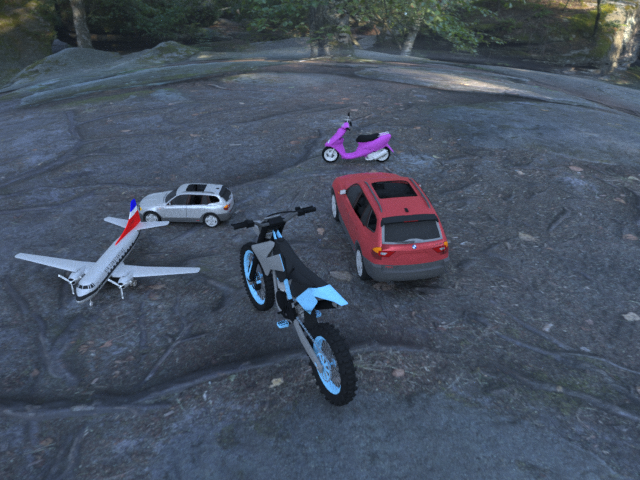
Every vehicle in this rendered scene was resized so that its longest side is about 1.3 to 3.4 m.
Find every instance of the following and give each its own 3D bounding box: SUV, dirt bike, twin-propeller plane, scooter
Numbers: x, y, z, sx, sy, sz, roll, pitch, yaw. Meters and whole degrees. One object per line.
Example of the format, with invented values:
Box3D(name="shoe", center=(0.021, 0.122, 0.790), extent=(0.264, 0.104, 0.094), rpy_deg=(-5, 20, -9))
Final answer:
Box3D(name="SUV", center=(-2.175, -0.607, 11.415), extent=(1.572, 0.580, 0.656), rpy_deg=(2, 28, 3))
Box3D(name="dirt bike", center=(-0.362, 0.573, 8.071), extent=(1.024, 1.666, 2.903), rpy_deg=(-14, 31, -24))
Box3D(name="twin-propeller plane", center=(-2.905, 0.170, 9.746), extent=(2.663, 0.792, 2.129), rpy_deg=(4, 29, 8))
Box3D(name="scooter", center=(0.732, -1.933, 13.525), extent=(1.399, 0.919, 0.662), rpy_deg=(-1, 28, -1))
Box3D(name="SUV", center=(0.985, -0.421, 10.489), extent=(1.276, 1.128, 3.058), rpy_deg=(-5, 29, -9))
